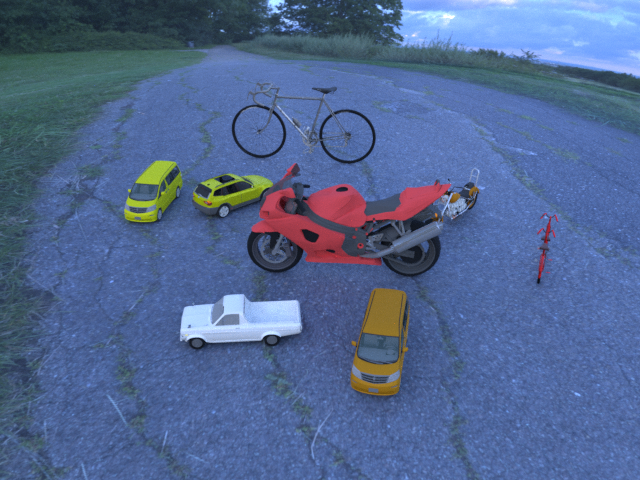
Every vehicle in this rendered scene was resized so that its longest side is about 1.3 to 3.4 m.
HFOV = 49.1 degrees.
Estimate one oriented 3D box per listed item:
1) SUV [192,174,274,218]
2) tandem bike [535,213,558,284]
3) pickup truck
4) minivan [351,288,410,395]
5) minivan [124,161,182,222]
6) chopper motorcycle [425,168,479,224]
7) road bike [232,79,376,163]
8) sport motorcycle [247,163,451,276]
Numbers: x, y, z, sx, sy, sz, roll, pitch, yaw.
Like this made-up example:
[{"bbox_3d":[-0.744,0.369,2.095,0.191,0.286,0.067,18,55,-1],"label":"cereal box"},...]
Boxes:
[{"bbox_3d":[-1.548,-0.898,12.632,1.572,0.580,0.656,-24,36,-36],"label":"SUV"},{"bbox_3d":[3.460,0.066,10.755,0.283,0.682,1.642,10,30,18],"label":"tandem bike"},{"bbox_3d":[-1.033,1.025,9.173,1.603,0.511,0.640,-2,29,-4],"label":"pickup truck"},{"bbox_3d":[0.771,1.234,8.679,0.681,0.616,1.548,6,29,10],"label":"minivan"},{"bbox_3d":[-2.985,-0.876,12.554,0.681,0.616,1.548,5,29,8],"label":"minivan"},{"bbox_3d":[2.284,-0.670,12.023,0.466,0.761,1.563,23,36,35],"label":"chopper motorcycle"},{"bbox_3d":[-0.355,-2.386,14.239,3.004,1.656,0.697,5,29,8],"label":"road bike"},{"bbox_3d":[0.380,-0.204,10.294,2.955,1.596,0.983,1,29,2],"label":"sport motorcycle"}]
